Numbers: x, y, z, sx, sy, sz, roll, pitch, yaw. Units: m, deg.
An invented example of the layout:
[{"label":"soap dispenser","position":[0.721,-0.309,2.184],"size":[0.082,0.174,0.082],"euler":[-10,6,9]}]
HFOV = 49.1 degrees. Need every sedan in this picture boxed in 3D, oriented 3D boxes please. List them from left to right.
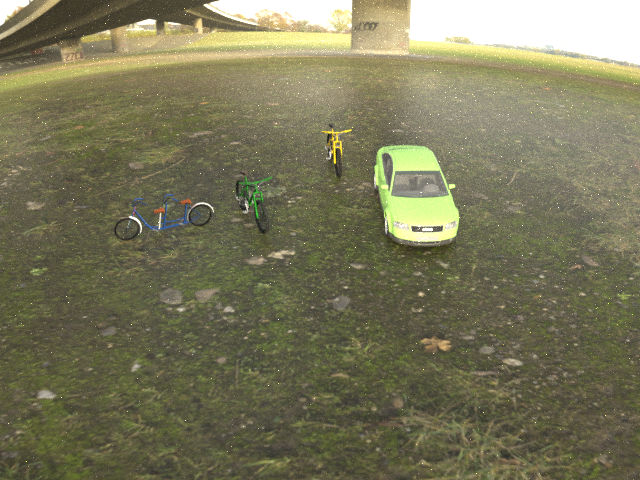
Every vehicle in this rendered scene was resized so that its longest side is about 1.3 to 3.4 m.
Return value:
[{"label":"sedan","position":[1.615,-0.926,12.026],"size":[1.235,0.940,3.137],"euler":[-1,29,-1]}]

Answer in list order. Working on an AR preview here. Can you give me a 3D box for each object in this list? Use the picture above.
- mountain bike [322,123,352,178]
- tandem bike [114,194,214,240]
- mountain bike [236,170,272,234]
[{"label":"mountain bike","position":[0.279,-1.828,13.757],"size":[0.573,0.868,1.469],"euler":[-4,29,-8]},{"label":"tandem bike","position":[-2.522,-0.417,11.362],"size":[1.642,0.682,0.283],"euler":[-12,31,-22]},{"label":"mountain bike","position":[-1.150,-0.704,11.694],"size":[0.573,0.868,1.469],"euler":[-13,31,-22]}]
